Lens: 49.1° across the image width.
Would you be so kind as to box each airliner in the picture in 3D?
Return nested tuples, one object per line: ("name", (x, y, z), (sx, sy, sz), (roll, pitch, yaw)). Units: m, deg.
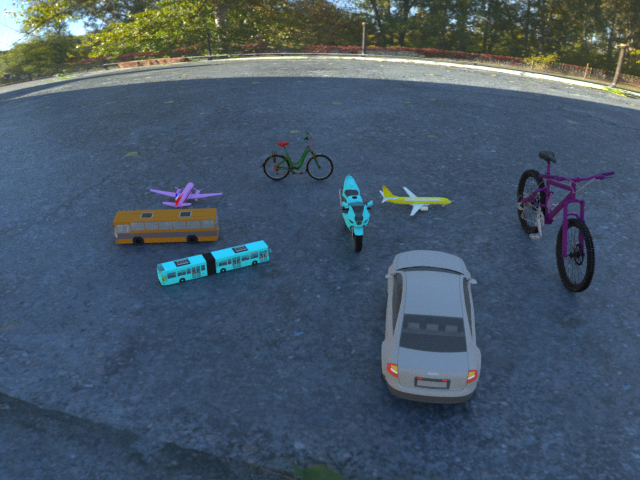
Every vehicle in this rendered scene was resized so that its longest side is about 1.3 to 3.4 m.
("airliner", (1.749, -0.799, 12.725), (1.307, 0.429, 1.161), (0, 29, 0))

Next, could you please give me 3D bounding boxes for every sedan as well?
("sedan", (1.449, 0.890, 9.207), (1.235, 0.940, 3.137), (3, 30, 6))

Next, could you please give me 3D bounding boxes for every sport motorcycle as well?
("sport motorcycle", (0.567, -0.453, 11.712), (0.506, 0.821, 1.520), (-2, 29, -4))

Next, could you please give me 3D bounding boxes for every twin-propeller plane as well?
("twin-propeller plane", (-2.494, -0.871, 12.875), (1.370, 0.407, 1.095), (3, 30, 6))

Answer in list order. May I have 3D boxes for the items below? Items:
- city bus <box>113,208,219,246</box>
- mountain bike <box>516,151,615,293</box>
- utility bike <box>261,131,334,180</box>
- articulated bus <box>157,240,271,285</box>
("city bus", (-2.544, -0.216, 11.659), (1.674, 0.460, 0.476), (-2, 29, -3))
("mountain bike", (3.633, -0.470, 10.859), (1.114, 1.688, 2.857), (-3, 30, -5))
("utility bike", (-0.452, -1.629, 13.671), (1.435, 0.946, 0.535), (0, 29, 0))
("articulated bus", (-1.622, 0.348, 10.831), (1.749, 0.289, 0.311), (-13, 32, -22))
